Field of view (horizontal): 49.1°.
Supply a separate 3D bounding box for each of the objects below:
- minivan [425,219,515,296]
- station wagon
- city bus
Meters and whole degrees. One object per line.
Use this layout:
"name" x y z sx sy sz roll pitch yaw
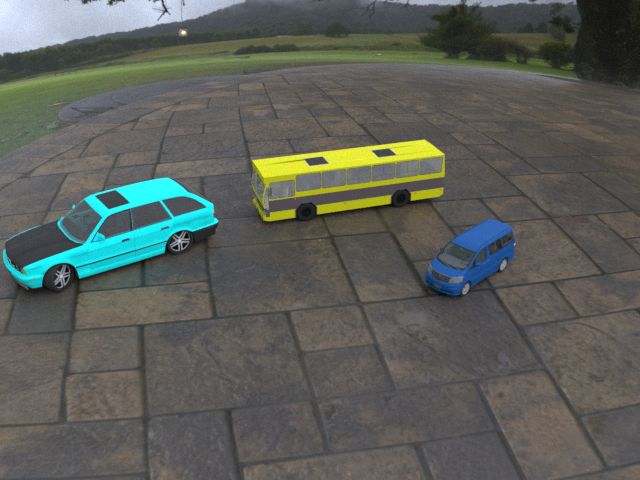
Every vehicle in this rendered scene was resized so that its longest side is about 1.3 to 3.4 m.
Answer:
"minivan" 2.168 0.236 10.037 1.548 0.616 0.681 -25 37 -38
"station wagon" -3.126 -0.190 10.506 3.105 0.920 1.327 -19 34 -31
"city bus" 0.501 -1.013 12.064 3.255 0.894 0.926 -9 30 -16
